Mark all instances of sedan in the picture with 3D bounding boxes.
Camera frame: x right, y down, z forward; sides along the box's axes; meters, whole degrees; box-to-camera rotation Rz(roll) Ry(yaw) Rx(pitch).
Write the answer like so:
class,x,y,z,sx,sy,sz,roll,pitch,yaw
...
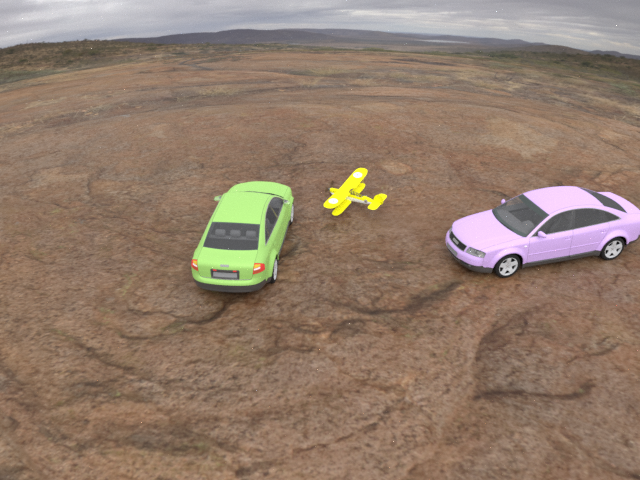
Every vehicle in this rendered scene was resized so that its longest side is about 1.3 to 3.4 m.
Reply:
class,x,y,z,sx,sy,sz,roll,pitch,yaw
sedan,-1.124,-0.266,10.844,1.235,0.940,3.137,3,30,6
sedan,3.473,-0.240,10.799,3.137,0.940,1.235,-8,31,-14

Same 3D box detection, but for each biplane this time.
class,x,y,z,sx,sy,sz,roll,pitch,yaw
biplane,0.593,-0.742,12.117,1.090,0.504,1.336,16,33,26
